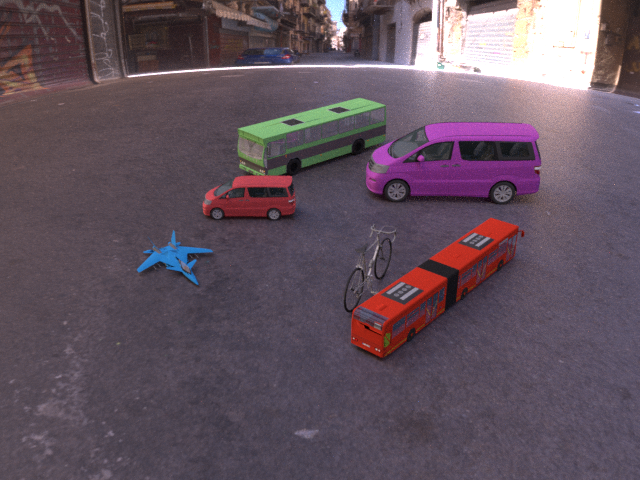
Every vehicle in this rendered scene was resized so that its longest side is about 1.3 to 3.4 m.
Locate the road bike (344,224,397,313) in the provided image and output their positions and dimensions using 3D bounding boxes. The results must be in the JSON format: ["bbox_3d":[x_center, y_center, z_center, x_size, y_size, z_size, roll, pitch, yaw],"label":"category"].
[{"bbox_3d":[0.659,0.339,9.309,0.358,0.852,1.545,13,30,24],"label":"road bike"}]

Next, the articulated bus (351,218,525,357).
[{"bbox_3d":[1.645,0.525,9.263,0.605,0.561,3.401,21,34,35],"label":"articulated bus"}]

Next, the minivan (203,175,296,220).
[{"bbox_3d":[-1.183,-0.727,11.670,1.548,0.616,0.681,1,27,1],"label":"minivan"}]

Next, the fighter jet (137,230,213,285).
[{"bbox_3d":[-2.036,0.277,10.056,1.147,0.286,1.358,-16,31,-29],"label":"fighter jet"}]

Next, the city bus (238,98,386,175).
[{"bbox_3d":[-0.086,-2.034,13.938,3.255,0.894,0.926,-22,34,-36],"label":"city bus"}]

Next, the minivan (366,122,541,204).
[{"bbox_3d":[2.329,-1.414,12.382,3.011,1.197,1.324,1,27,3],"label":"minivan"}]
